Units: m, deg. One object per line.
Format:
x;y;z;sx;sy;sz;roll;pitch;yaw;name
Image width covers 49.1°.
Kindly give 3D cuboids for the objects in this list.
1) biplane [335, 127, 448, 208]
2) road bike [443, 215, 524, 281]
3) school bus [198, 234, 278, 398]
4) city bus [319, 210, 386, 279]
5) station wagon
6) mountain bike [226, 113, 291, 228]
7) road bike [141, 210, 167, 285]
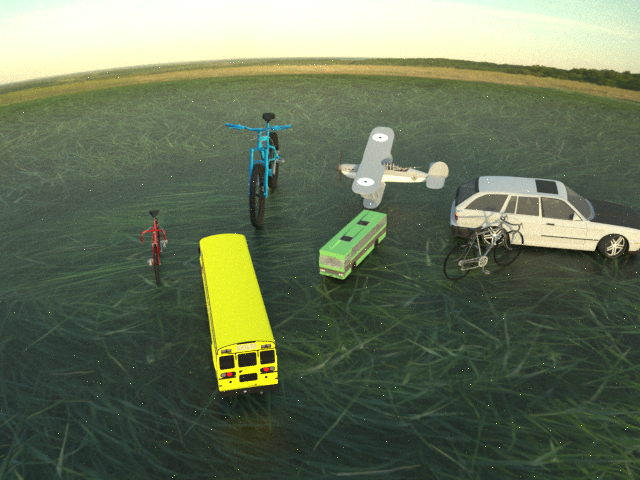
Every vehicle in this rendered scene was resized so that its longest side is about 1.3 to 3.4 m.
1.313;-1.239;13.058;2.120;0.981;2.598;6;27;11;biplane
2.482;0.113;10.484;1.545;0.852;0.358;-14;30;-25;road bike
-1.149;0.771;9.168;0.709;0.844;3.322;-6;27;-11;school bus
0.542;0.062;11.027;0.476;0.460;1.674;13;29;24;city bus
3.747;-0.460;11.559;3.105;0.920;1.327;5;27;11;station wagon
-0.997;-1.418;12.624;1.114;1.688;2.857;2;27;4;mountain bike
-2.491;0.036;10.639;0.358;0.852;1.545;-5;27;-9;road bike
